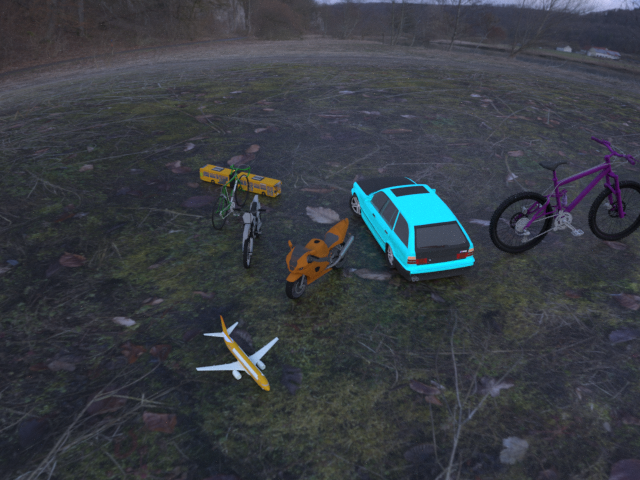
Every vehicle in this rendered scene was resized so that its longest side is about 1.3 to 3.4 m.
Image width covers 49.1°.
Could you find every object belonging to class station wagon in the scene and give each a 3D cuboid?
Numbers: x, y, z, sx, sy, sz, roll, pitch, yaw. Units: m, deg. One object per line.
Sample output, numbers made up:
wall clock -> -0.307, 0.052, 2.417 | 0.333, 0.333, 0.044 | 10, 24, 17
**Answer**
station wagon -> 1.445, -0.441, 11.661 | 1.327, 0.920, 3.105 | -7, 30, -13

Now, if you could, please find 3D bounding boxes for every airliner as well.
airliner -> -0.966, 1.431, 8.827 | 1.161, 0.429, 1.307 | -18, 34, -28

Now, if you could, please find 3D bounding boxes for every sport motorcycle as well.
sport motorcycle -> -0.025, 0.276, 10.485 | 0.506, 0.821, 1.520 | 20, 35, 31

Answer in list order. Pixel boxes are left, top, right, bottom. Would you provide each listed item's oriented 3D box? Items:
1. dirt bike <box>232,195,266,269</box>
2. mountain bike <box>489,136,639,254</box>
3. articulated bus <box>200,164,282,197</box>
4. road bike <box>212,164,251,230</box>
dirt bike -> -1.094, -0.198, 11.292 | 0.527, 0.857, 1.493 | 2, 29, 3
mountain bike -> 4.077, -0.632, 11.218 | 2.857, 1.688, 1.114 | -7, 30, -12
articulated bus -> -1.550, -1.156, 13.580 | 1.749, 0.289, 0.311 | 14, 32, 24
road bike -> -1.573, -0.796, 12.364 | 0.358, 0.852, 1.545 | 9, 31, 16
